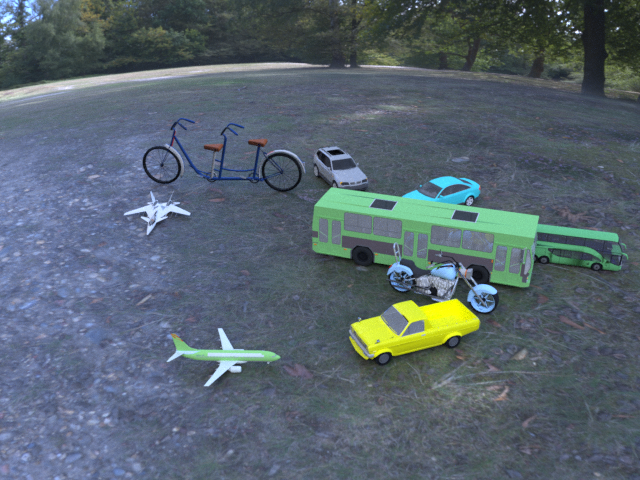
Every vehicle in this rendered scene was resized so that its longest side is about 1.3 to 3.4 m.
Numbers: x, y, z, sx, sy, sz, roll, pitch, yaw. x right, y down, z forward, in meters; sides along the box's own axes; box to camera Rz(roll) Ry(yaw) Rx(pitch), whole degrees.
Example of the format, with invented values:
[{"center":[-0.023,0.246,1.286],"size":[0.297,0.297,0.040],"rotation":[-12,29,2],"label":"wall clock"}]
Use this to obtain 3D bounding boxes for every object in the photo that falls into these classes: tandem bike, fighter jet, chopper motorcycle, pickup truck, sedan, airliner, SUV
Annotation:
[{"center":[-1.842,-1.590,13.148],"size":[3.192,1.326,0.550],"rotation":[4,27,8],"label":"tandem bike"},{"center":[-2.831,-0.465,12.047],"size":[1.147,0.286,1.358],"rotation":[0,26,0],"label":"fighter jet"},{"center":[1.664,0.517,9.533],"size":[1.563,0.761,0.466],"rotation":[12,29,23],"label":"chopper motorcycle"},{"center":[1.178,1.063,8.712],"size":[1.603,0.511,0.640],"rotation":[-10,28,-19],"label":"pickup truck"},{"center":[2.158,-0.829,12.560],"size":[1.613,0.483,0.635],"rotation":[-15,30,-28],"label":"sedan"},{"center":[-1.127,1.297,8.332],"size":[1.307,0.429,1.161],"rotation":[0,26,0],"label":"airliner"},{"center":[0.375,-1.380,13.562],"size":[0.656,0.580,1.572],"rotation":[-10,28,-20],"label":"SUV"}]

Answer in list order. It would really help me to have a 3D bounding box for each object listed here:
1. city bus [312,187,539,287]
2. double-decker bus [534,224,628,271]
[{"center":[1.540,-0.038,10.501],"size":[3.255,0.894,0.926],"rotation":[9,28,18],"label":"city bus"},{"center":[3.764,0.101,10.619],"size":[1.672,0.541,0.389],"rotation":[8,27,15],"label":"double-decker bus"}]
